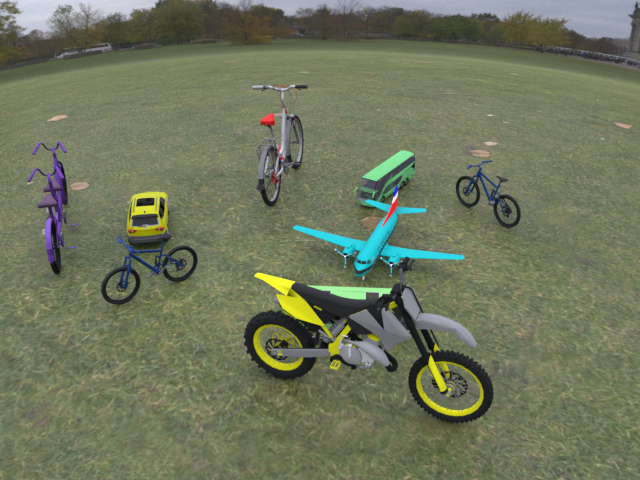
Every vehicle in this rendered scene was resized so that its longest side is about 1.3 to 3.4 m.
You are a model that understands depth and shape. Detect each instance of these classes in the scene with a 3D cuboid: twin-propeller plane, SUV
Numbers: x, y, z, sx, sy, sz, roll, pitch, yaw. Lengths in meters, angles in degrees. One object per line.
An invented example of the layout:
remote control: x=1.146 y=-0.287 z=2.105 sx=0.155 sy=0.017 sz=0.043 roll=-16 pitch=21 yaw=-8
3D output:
twin-propeller plane: x=0.902 y=-0.110 z=10.624 sx=2.663 sy=0.792 sz=2.129 roll=10 pitch=31 yaw=18
SUV: x=-2.812 y=-0.456 z=11.459 sx=0.656 sy=0.580 sz=1.572 roll=-5 pitch=30 yaw=-9

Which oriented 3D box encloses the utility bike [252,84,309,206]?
utility bike: x=-0.790 y=-1.833 z=12.632 sx=1.039 sy=1.839 sz=2.791 roll=6 pitch=30 yaw=11

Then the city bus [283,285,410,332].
city bus: x=0.369 y=0.912 z=9.137 sx=1.674 sy=0.460 sz=0.476 roll=2 pitch=29 yaw=3

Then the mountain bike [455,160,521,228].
mountain bike: x=2.823 y=-0.796 z=11.771 sx=0.573 sy=0.868 sz=1.469 roll=-18 pitch=34 yaw=-29

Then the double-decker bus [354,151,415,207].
double-decker bus: x=1.206 y=-1.102 z=12.654 sx=0.389 sy=0.541 sz=1.672 roll=18 pitch=34 yaw=29

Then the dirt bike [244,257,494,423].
dirt bike: x=0.469 y=1.066 z=7.627 sx=2.903 sy=1.666 sz=1.024 roll=11 pitch=31 yaw=19

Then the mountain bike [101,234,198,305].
mountain bike: x=-2.363 y=0.347 z=9.729 sx=1.469 sy=0.868 sz=0.573 roll=-22 pitch=36 yaw=-34

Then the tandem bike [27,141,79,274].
tandem bike: x=-4.191 y=-0.657 z=11.055 sx=0.550 sy=1.326 sz=3.192 roll=-7 pitch=30 yaw=-13
